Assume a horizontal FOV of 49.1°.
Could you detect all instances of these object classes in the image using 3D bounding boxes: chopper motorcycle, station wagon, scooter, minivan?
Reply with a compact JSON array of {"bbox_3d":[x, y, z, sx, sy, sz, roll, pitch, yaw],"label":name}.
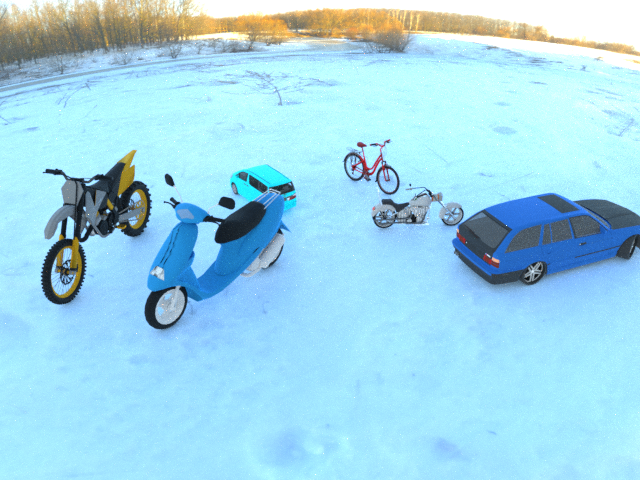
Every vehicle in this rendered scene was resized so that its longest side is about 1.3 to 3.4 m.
[{"bbox_3d":[1.613,-0.557,11.513,1.563,0.761,0.466,-4,30,-7],"label":"chopper motorcycle"},{"bbox_3d":[3.606,-0.169,10.663,3.105,0.920,1.327,-12,32,-20],"label":"station wagon"},{"bbox_3d":[-1.362,-0.034,9.544,1.288,1.786,2.721,21,36,33],"label":"scooter"},{"bbox_3d":[-1.039,-0.983,12.418,0.681,0.616,1.548,-18,34,-29],"label":"minivan"}]

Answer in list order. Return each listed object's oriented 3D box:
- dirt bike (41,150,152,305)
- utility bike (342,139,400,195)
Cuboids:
[{"bbox_3d":[-3.226,-0.357,10.238,1.024,1.666,2.903,7,30,13],"label":"dirt bike"},{"bbox_3d":[0.962,-1.433,12.878,0.535,0.946,1.435,-25,38,-37],"label":"utility bike"}]
